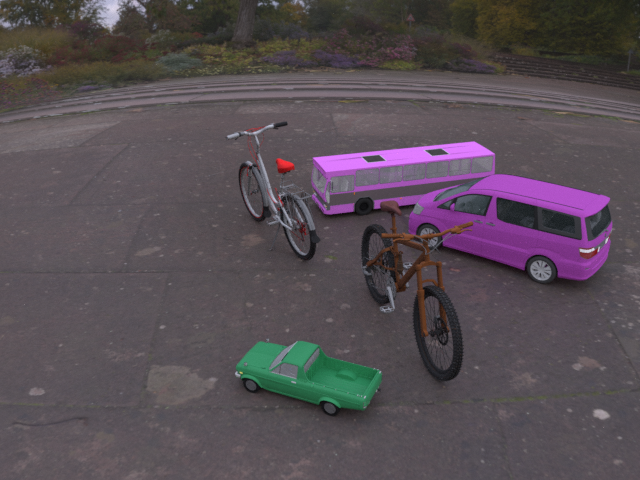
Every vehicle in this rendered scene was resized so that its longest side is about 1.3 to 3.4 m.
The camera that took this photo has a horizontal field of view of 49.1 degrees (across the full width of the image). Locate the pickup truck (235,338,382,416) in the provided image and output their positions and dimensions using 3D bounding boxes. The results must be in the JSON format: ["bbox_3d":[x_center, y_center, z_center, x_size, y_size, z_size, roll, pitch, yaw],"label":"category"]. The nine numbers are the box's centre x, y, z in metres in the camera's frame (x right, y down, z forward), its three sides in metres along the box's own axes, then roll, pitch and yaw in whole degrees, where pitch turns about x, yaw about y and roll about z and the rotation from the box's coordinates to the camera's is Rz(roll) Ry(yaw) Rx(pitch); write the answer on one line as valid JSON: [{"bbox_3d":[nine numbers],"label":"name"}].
[{"bbox_3d":[-0.135,1.462,7.757,1.603,0.511,0.640,11,28,21],"label":"pickup truck"}]

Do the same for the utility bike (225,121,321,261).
[{"bbox_3d":[-0.806,-0.814,10.973,1.039,1.839,2.791,-14,29,-26],"label":"utility bike"}]

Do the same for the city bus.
[{"bbox_3d":[1.512,-1.106,12.677,3.255,0.894,0.926,-8,27,-15],"label":"city bus"}]

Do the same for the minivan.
[{"bbox_3d":[2.825,-0.326,10.697,3.011,1.197,1.324,18,31,33],"label":"minivan"}]

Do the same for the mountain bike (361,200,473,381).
[{"bbox_3d":[1.052,0.419,8.571,1.114,1.688,2.857,-8,27,-16],"label":"mountain bike"}]
